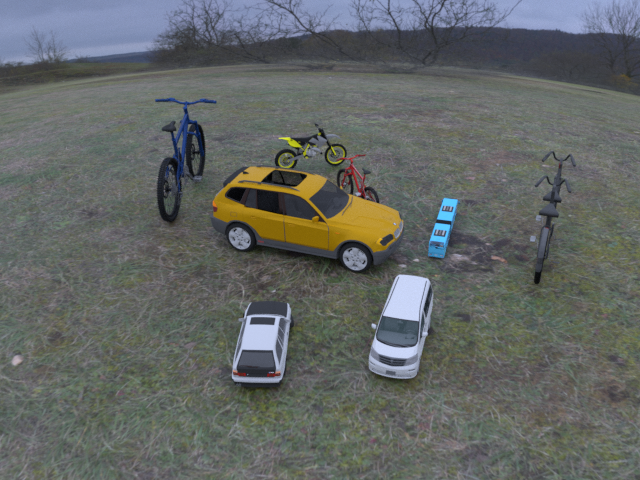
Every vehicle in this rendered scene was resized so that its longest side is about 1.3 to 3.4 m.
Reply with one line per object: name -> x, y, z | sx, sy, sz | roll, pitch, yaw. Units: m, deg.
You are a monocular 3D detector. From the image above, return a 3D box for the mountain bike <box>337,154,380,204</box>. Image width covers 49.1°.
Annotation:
mountain bike -> 0.661, -0.963, 12.253 | 0.573, 0.868, 1.469 | -13, 31, -23

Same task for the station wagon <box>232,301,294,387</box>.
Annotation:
station wagon -> -0.693, 1.169, 8.627 | 0.682, 0.473, 1.597 | 1, 28, 2

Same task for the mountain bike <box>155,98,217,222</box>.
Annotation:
mountain bike -> -2.444, -1.524, 12.439 | 1.114, 1.688, 2.857 | 2, 28, 5

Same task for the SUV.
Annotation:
SUV -> -0.209, -0.424, 10.950 | 3.058, 1.128, 1.276 | 10, 29, 18

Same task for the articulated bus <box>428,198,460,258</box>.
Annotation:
articulated bus -> 2.029, -0.219, 11.463 | 0.311, 0.289, 1.749 | 8, 29, 14

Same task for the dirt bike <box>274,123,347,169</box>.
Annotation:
dirt bike -> -0.178, -1.822, 13.895 | 1.493, 0.857, 0.527 | -8, 29, -14

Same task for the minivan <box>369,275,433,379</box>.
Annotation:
minivan -> 1.031, 1.052, 8.698 | 0.681, 0.616, 1.548 | 8, 29, 14

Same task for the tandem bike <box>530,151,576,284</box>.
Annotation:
tandem bike -> 3.581, -0.483, 10.850 | 0.550, 1.326, 3.192 | 10, 29, 19
